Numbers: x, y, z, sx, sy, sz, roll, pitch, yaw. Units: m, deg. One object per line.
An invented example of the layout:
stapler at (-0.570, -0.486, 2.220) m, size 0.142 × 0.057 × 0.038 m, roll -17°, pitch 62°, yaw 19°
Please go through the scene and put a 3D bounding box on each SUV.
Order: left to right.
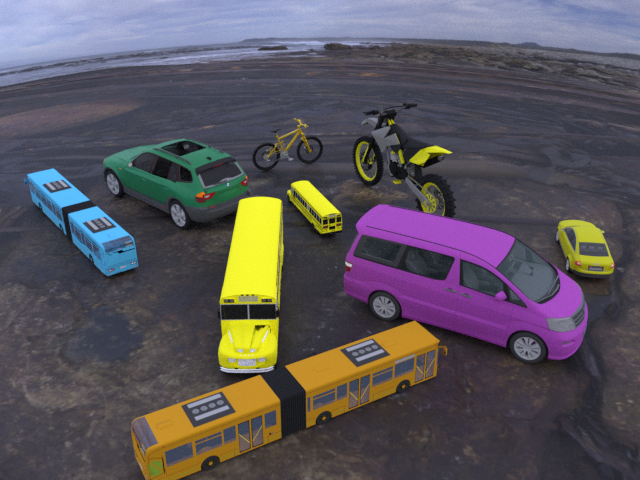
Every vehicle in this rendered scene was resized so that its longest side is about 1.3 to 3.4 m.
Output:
SUV at (-2.519, -1.161, 11.994) m, size 3.058 × 1.128 × 1.276 m, roll 23°, pitch 36°, yaw 37°

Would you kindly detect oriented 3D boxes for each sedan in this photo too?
sedan at (3.925, 0.043, 10.392) m, size 0.635 × 0.483 × 1.613 m, roll 4°, pitch 28°, yaw 7°

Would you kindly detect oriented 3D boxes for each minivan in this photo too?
minivan at (1.823, 0.473, 8.804) m, size 3.011 × 1.197 × 1.324 m, roll 14°, pitch 31°, yaw 25°

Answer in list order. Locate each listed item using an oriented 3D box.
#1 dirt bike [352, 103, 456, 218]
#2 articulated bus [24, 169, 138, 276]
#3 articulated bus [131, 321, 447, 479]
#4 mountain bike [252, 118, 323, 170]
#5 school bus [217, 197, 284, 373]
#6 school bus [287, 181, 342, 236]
dirt bike at (1.338, -1.350, 11.775) m, size 1.024 × 1.666 × 2.903 m, roll -14°, pitch 31°, yaw -25°
articulated bus at (-3.834, -0.361, 11.079) m, size 0.605 × 0.561 × 3.401 m, roll -20°, pitch 33°, yaw -33°
articulated bus at (-0.214, 1.624, 7.295) m, size 3.401 × 0.561 × 0.605 m, roll -15°, pitch 31°, yaw -26°
mountain bike at (-0.615, -1.822, 13.533) m, size 1.469 × 0.868 × 0.573 m, roll -12°, pitch 30°, yaw -21°
school bus at (-0.853, 0.481, 9.169) m, size 0.709 × 0.844 × 3.322 m, roll -1°, pitch 28°, yaw -1°
school bus at (-0.128, -0.575, 11.623) m, size 0.365 × 0.434 × 1.708 m, roll -11°, pitch 30°, yaw -20°
